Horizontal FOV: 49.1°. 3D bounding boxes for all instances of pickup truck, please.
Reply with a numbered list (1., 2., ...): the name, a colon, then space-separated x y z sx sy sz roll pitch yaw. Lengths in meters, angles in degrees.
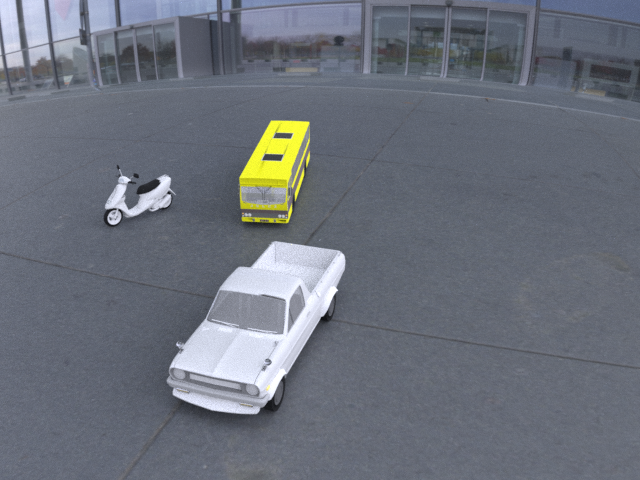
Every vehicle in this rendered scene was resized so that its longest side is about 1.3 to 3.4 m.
1. pickup truck: -0.637 0.839 8.493 1.244 0.993 3.117 8 28 16

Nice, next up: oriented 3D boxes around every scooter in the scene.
1. scooter: -3.085 -0.813 11.906 0.662 0.919 1.399 24 35 39

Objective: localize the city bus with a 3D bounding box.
1. city bus: -0.762 -1.302 12.920 0.926 0.894 3.255 3 27 5
